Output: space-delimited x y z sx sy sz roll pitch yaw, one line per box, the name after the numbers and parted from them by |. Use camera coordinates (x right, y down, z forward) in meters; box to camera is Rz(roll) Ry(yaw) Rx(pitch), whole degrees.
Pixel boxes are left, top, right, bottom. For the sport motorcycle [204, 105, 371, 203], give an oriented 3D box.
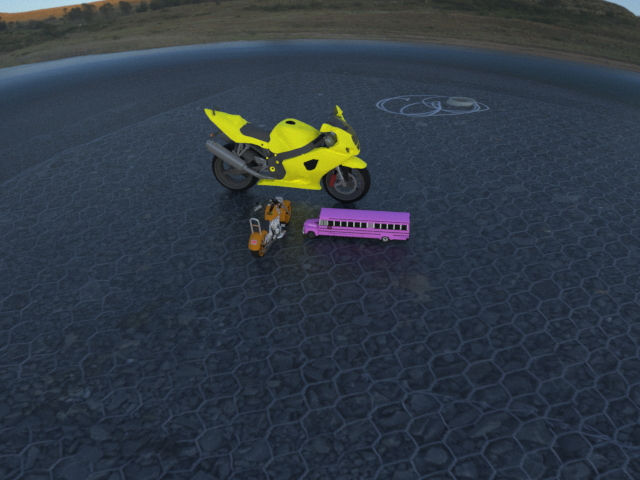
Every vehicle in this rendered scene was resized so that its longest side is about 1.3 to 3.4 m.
-0.562 -1.487 12.173 2.955 1.596 0.983 7 31 12 | sport motorcycle

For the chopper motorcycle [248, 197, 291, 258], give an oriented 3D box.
-0.760 -0.324 11.008 0.466 0.761 1.563 9 31 15 | chopper motorcycle

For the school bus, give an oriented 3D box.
0.578 -0.243 11.193 1.708 0.434 0.365 4 30 6 | school bus
